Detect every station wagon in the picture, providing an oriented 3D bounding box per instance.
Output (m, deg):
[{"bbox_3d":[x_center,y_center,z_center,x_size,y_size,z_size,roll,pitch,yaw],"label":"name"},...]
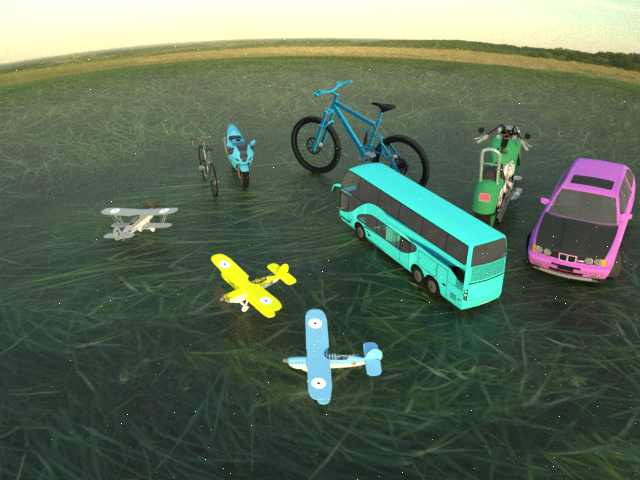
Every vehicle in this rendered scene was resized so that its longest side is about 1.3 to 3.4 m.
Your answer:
[{"bbox_3d":[4.002,-0.436,10.520,1.327,0.920,3.105,14,31,24],"label":"station wagon"}]

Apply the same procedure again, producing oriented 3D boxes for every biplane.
[{"bbox_3d":[-0.822,0.600,9.009,1.090,0.504,1.336,-22,35,-36],"label":"biplane"},{"bbox_3d":[0.136,1.329,7.634,1.090,0.504,1.336,-1,28,-2],"label":"biplane"},{"bbox_3d":[-2.816,-0.249,10.612,1.336,0.504,1.090,9,29,17],"label":"biplane"}]

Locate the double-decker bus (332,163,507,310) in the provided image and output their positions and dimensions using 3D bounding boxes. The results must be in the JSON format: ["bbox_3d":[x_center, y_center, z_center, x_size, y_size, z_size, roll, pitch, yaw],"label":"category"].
[{"bbox_3d":[1.297,-0.188,9.913,0.756,1.052,3.251,-15,31,-25],"label":"double-decker bus"}]

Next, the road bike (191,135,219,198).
[{"bbox_3d":[-1.982,-1.342,12.304,0.358,0.852,1.545,-9,29,-17],"label":"road bike"}]

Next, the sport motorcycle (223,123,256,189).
[{"bbox_3d":[-1.474,-1.537,12.704,0.506,0.821,1.520,-7,29,-13],"label":"sport motorcycle"}]

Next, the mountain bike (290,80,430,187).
[{"bbox_3d":[0.646,-1.758,12.197,2.857,1.688,1.114,18,33,31],"label":"mountain bike"}]

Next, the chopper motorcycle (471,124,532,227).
[{"bbox_3d":[2.975,-1.244,11.449,0.906,1.480,3.040,11,30,20],"label":"chopper motorcycle"}]
